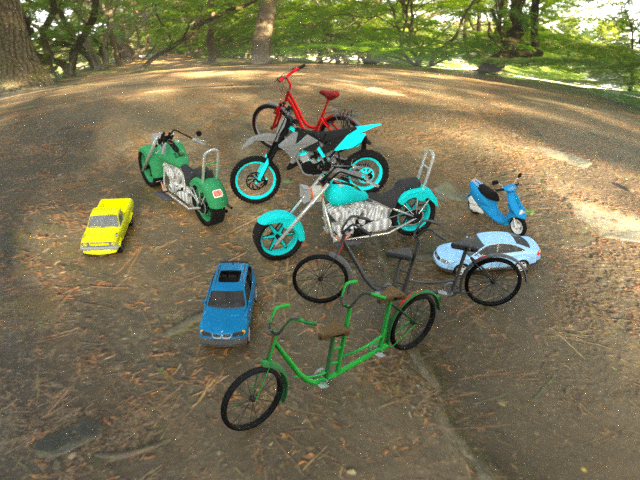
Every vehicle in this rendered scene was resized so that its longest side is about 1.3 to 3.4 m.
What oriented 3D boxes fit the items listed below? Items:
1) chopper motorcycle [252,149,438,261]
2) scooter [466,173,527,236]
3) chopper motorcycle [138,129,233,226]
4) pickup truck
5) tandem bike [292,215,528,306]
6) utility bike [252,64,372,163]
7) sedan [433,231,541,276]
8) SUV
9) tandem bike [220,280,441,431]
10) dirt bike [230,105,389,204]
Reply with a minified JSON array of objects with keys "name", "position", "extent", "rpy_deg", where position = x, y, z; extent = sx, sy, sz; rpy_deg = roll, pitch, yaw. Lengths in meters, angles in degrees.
[{"name":"chopper motorcycle","position":[0.440,-0.555,10.891],"extent":[3.040,1.480,0.906],"rpy_deg":[-9,29,-16]},{"name":"scooter","position":[2.972,-0.688,11.743],"extent":[0.662,0.919,1.399],"rpy_deg":[-16,32,-28]},{"name":"chopper motorcycle","position":[-2.497,-1.287,12.277],"extent":[0.906,1.480,3.040],"rpy_deg":[-19,33,-32]},{"name":"pickup truck","position":[-3.454,-0.290,11.427],"extent":[0.640,0.511,1.603],"rpy_deg":[-2,28,-4]},{"name":"tandem bike","position":[1.215,0.316,9.406],"extent":[3.192,1.326,0.550],"rpy_deg":[1,28,1]},{"name":"utility bike","position":[-0.266,-2.502,14.192],"extent":[2.791,1.839,1.039],"rpy_deg":[14,31,24]},{"name":"sedan","position":[2.524,0.163,10.599],"extent":[1.613,0.483,0.635],"rpy_deg":[-3,28,-6]},{"name":"SUV","position":[-1.201,0.810,9.269],"extent":[0.656,0.580,1.572],"rpy_deg":[0,28,0]},{"name":"tandem bike","position":[0.251,1.101,7.921],"extent":[3.192,1.326,0.550],"rpy_deg":[-20,34,-33]},{"name":"dirt bike","position":[-0.162,-1.464,12.412],"extent":[2.903,1.666,1.024],"rpy_deg":[-5,28,-9]}]
